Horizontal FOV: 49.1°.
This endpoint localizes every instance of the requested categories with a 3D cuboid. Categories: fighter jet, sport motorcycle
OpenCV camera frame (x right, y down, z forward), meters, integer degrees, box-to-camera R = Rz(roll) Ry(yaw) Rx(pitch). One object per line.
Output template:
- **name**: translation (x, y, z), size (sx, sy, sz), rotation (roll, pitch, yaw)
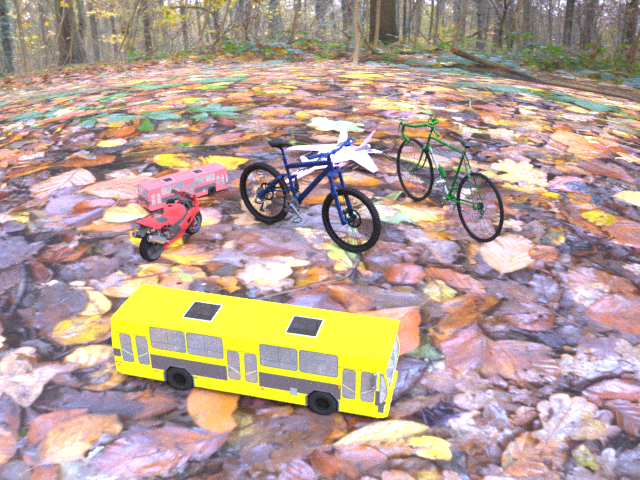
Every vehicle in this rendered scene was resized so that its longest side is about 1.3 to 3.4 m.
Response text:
- **fighter jet**: translation (0.099, -1.723, 14.284), size (2.229, 0.557, 2.640), rotation (19, 33, 32)
- **sport motorcycle**: translation (-2.384, -0.259, 11.189), size (0.506, 0.821, 1.520), rotation (14, 31, 25)

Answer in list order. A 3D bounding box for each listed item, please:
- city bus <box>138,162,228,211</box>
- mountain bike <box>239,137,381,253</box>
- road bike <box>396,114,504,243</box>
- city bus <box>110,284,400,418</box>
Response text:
- **city bus**: translation (-2.512, -0.982, 12.968), size (1.674, 0.460, 0.476), rotation (-21, 34, -35)
- **mountain bike**: translation (-0.236, -0.818, 11.324), size (2.857, 1.688, 1.114), rotation (19, 33, 32)
- **road bike**: translation (2.152, -1.123, 11.944), size (0.696, 1.656, 3.004), rotation (-14, 30, -24)
- **city bus**: translation (-0.747, 1.287, 8.143), size (3.255, 0.894, 0.926), rotation (7, 28, 13)
